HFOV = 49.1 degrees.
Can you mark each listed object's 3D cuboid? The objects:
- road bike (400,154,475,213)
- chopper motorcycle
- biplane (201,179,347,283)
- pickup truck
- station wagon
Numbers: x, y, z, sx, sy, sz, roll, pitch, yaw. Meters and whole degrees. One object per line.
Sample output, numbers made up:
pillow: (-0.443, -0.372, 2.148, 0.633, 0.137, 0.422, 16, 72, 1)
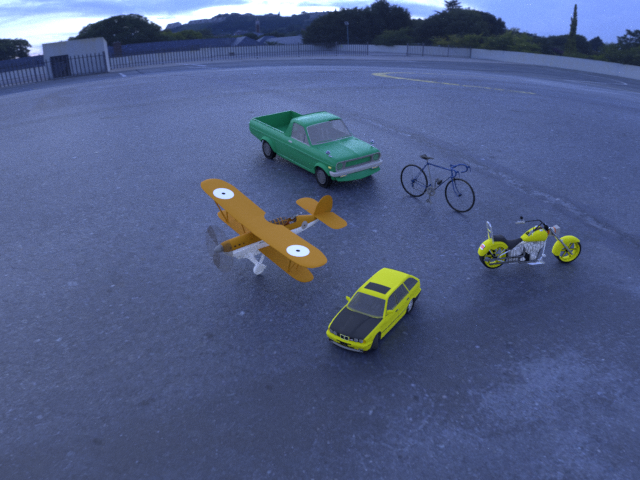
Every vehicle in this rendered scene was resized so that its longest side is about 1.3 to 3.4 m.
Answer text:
road bike: (1.986, -1.004, 11.903, 1.545, 0.852, 0.358, 24, 35, 38)
chopper motorcycle: (3.006, 0.029, 9.950, 1.563, 0.761, 0.466, -5, 27, -11)
biplane: (-0.595, -0.124, 10.009, 2.120, 0.981, 2.598, -21, 34, -36)
pickup truck: (-0.157, -1.963, 13.654, 1.244, 0.993, 3.117, -18, 32, -31)
station wagon: (0.690, 0.811, 8.715, 0.682, 0.473, 1.597, 15, 31, 28)
